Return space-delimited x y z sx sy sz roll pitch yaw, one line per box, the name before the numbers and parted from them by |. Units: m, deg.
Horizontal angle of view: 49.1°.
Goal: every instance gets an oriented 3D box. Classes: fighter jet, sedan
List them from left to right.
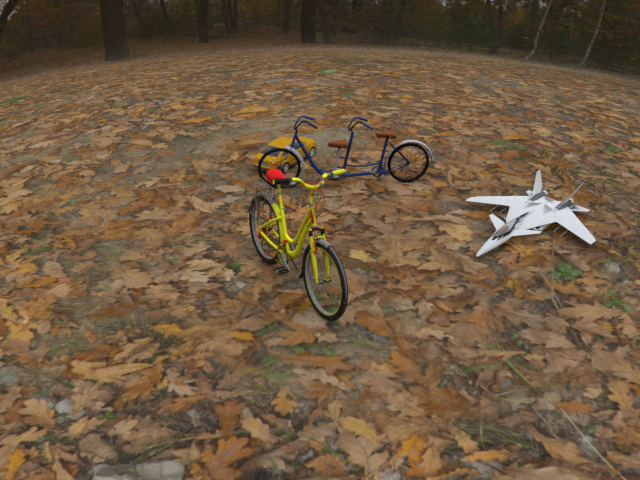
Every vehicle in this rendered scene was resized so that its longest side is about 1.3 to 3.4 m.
sedan | -0.652 -1.749 13.648 0.635 0.483 1.613 17 34 28
fighter jet | 3.215 -0.382 11.134 2.229 0.557 2.640 24 37 36

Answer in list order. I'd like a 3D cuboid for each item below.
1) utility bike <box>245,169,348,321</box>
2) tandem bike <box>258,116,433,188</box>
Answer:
utility bike | -0.299 -0.207 9.510 1.039 1.839 2.791 -16 33 -27
tandem bike | 0.478 -1.578 12.482 3.192 1.326 0.550 -3 29 -6
